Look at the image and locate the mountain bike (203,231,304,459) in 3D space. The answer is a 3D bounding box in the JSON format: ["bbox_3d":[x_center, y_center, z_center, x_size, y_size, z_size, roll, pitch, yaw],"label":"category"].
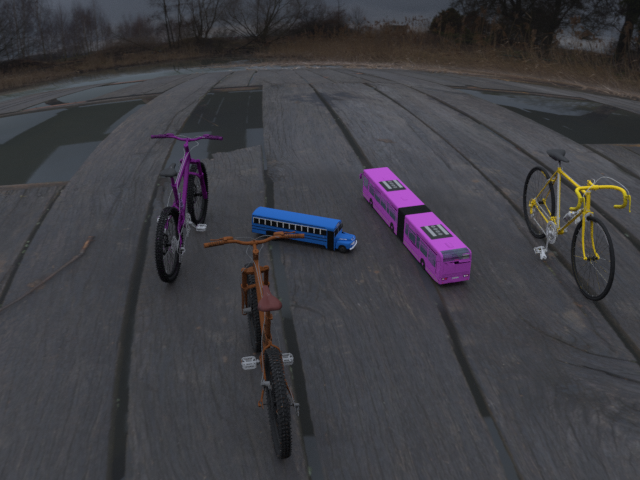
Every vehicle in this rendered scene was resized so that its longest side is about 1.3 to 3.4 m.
[{"bbox_3d":[-0.610,0.955,7.618,1.114,1.688,2.857,-6,28,-11],"label":"mountain bike"}]

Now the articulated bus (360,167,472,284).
[{"bbox_3d":[1.454,-0.337,11.314,0.605,0.561,3.401,-8,28,-14],"label":"articulated bus"}]

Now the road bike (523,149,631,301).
[{"bbox_3d":[3.591,-0.392,10.235,0.697,1.656,3.004,-3,28,-6],"label":"road bike"}]

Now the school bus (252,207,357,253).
[{"bbox_3d":[-0.250,-0.171,11.133,1.708,0.434,0.365,10,29,19],"label":"school bus"}]

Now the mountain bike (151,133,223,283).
[{"bbox_3d":[-2.070,-0.608,10.615,1.114,1.688,2.857,2,28,4],"label":"mountain bike"}]
